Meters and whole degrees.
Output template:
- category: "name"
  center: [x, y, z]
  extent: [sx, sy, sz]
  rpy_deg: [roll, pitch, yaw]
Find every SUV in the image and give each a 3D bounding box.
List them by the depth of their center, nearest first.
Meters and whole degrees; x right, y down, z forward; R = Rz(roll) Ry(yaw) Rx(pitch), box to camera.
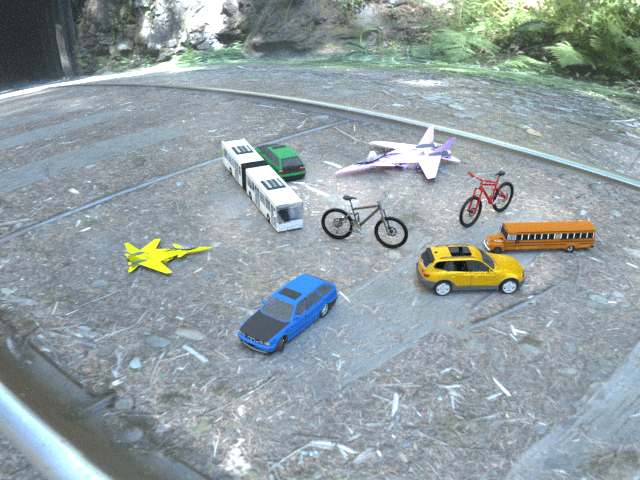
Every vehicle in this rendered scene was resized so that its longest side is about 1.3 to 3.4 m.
- category: "SUV"
  center: [2.205, 0.401, 10.254]
  extent: [1.572, 0.580, 0.656]
  rpy_deg: [-1, 29, -3]

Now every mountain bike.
- category: "mountain bike"
  center: [0.712, -0.326, 11.293]
  extent: [1.469, 0.868, 0.573]
  rpy_deg: [10, 30, 17]
- category: "mountain bike"
  center: [2.906, -0.759, 12.090]
  extent: [1.469, 0.868, 0.573]
  rpy_deg: [-22, 36, -35]

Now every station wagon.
- category: "station wagon"
  center: [-0.418, 0.928, 9.394]
  extent: [0.682, 0.473, 1.597]
  rpy_deg: [19, 34, 31]
- category: "station wagon"
  center: [-0.842, -1.680, 14.203]
  extent: [0.682, 0.473, 1.597]
  rpy_deg: [-12, 31, -21]

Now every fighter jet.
- category: "fighter jet"
  center: [-2.367, 0.160, 11.007]
  extent: [1.358, 0.286, 1.147]
  rpy_deg: [-10, 30, -18]
- category: "fighter jet"
  center: [1.470, -1.746, 14.236]
  extent: [2.640, 0.557, 2.229]
  rpy_deg: [-14, 31, -24]

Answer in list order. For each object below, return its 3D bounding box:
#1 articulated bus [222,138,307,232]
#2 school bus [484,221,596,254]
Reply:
- category: "articulated bus"
  center: [-1.140, -1.107, 13.054]
  extent: [0.605, 0.561, 3.401]
  rpy_deg: [-11, 30, -20]
- category: "school bus"
  center: [3.512, -0.049, 11.238]
  extent: [1.708, 0.434, 0.365]
  rpy_deg: [-2, 29, -3]
